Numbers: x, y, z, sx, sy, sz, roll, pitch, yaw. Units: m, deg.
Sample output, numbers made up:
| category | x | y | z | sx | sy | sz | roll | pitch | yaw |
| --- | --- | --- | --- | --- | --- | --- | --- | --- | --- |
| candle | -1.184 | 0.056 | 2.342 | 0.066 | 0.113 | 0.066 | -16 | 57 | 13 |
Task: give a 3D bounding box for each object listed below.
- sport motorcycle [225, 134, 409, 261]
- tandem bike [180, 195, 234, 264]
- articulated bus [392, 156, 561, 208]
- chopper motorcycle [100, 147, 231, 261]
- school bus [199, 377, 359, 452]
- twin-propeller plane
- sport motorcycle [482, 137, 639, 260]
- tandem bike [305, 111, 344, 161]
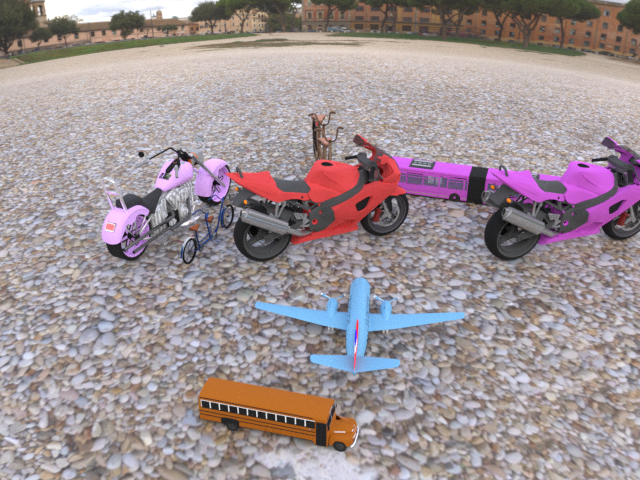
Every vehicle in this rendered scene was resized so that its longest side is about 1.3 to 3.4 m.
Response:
| category | x | y | z | sx | sy | sz | roll | pitch | yaw |
| --- | --- | --- | --- | --- | --- | --- | --- | --- | --- |
| sport motorcycle | 0.047 | -0.591 | 10.592 | 2.955 | 1.596 | 0.983 | -11 | 31 | -19 |
| tandem bike | -1.737 | -0.223 | 10.870 | 0.283 | 0.682 | 1.642 | 11 | 31 | 19 |
| articulated bus | 2.593 | -1.002 | 12.379 | 3.401 | 0.561 | 0.605 | 9 | 31 | 15 |
| chopper motorcycle | -2.345 | -0.813 | 11.106 | 0.906 | 1.480 | 3.040 | 14 | 32 | 23 |
| school bus | -0.437 | 1.843 | 7.449 | 1.708 | 0.434 | 0.365 | 7 | 30 | 13 |
| twin-propeller plane | 0.475 | 0.929 | 8.709 | 2.663 | 0.792 | 2.129 | 2 | 29 | 4 |
| sport motorcycle | 3.810 | -0.566 | 10.548 | 2.955 | 1.596 | 0.983 | -9 | 30 | -15 |
| tandem bike | 0.071 | -1.709 | 12.857 | 0.550 | 1.326 | 3.192 | -3 | 30 | -6 |
